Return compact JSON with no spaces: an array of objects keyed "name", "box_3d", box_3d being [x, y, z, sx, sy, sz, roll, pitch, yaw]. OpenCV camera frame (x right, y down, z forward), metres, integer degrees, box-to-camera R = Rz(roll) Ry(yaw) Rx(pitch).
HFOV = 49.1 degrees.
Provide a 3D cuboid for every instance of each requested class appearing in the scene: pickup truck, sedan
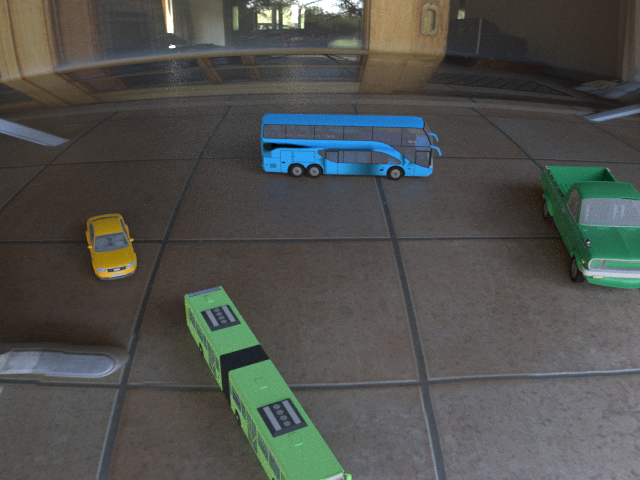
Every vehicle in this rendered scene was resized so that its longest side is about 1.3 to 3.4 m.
[{"name":"pickup truck","box_3d":[4.152,-0.386,10.430,1.244,0.993,3.117,2,29,4]},{"name":"sedan","box_3d":[-3.056,0.033,10.195,0.635,0.483,1.613,-10,30,-18]}]

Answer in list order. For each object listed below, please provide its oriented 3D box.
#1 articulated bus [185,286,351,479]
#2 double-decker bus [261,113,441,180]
[{"name":"articulated bus","box_3d":[-0.713,1.544,7.356,0.605,0.561,3.401,-13,31,-22]},{"name":"double-decker bus","box_3d":[0.547,-1.721,12.805,3.251,1.052,0.756,2,29,3]}]
